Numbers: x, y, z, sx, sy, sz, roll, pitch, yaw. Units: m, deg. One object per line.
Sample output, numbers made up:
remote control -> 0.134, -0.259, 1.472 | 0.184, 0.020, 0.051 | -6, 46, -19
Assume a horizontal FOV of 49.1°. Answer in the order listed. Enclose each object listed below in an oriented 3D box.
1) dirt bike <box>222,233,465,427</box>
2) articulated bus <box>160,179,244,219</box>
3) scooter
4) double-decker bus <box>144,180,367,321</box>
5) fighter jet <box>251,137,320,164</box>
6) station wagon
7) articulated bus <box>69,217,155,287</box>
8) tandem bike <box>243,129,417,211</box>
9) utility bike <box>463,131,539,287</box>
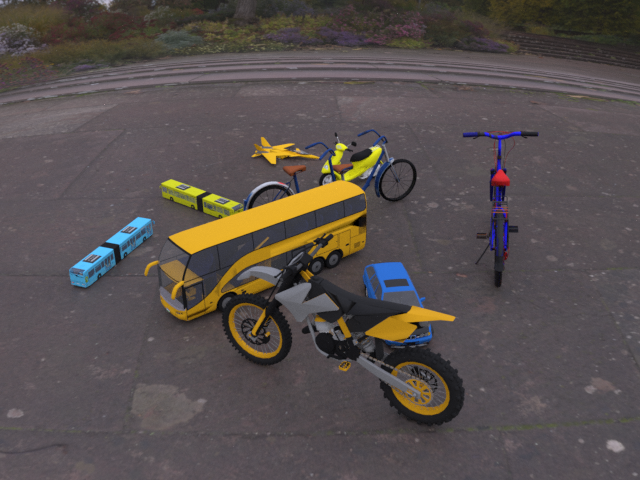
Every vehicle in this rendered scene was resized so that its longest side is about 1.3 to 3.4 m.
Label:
dirt bike -> 0.144, 0.930, 7.349 | 2.903, 1.666, 1.024 | 15, 31, 25
articulated bus -> -2.004, -0.667, 11.792 | 1.749, 0.289, 0.311 | 20, 34, 32
scooter -> 0.576, -1.441, 12.571 | 1.399, 0.919, 0.662 | -17, 32, -29
double-decker bus -> -0.736, 0.102, 9.546 | 3.251, 1.052, 0.756 | -21, 35, -34
fighter jet -> -0.623, -1.769, 13.853 | 1.358, 0.286, 1.147 | 8, 29, 15
station wagon -> 0.969, 0.763, 8.925 | 0.682, 0.473, 1.597 | -4, 28, -7
articulated bus -> -3.014, 0.150, 10.266 | 0.311, 0.289, 1.749 | 9, 30, 17
tandem bike -> 0.241, -0.990, 11.297 | 3.192, 1.326, 0.550 | -14, 31, -24
utility bike -> 2.481, -0.593, 10.011 | 1.039, 1.839, 2.791 | 6, 29, 10
